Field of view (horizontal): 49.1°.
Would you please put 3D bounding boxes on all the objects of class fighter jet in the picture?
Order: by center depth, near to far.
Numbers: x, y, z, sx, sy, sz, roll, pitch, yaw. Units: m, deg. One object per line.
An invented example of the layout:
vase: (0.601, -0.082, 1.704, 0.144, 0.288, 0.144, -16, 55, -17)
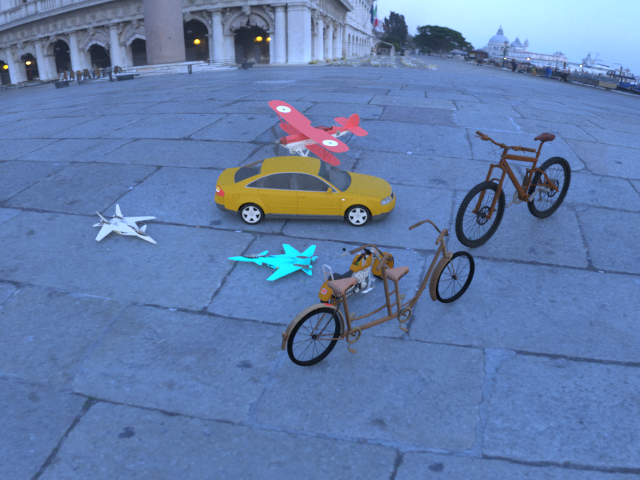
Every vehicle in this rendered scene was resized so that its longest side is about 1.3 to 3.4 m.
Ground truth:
fighter jet: (-0.740, 0.252, 10.556, 1.358, 0.286, 1.147, 4, 27, 8)
fighter jet: (-3.113, -0.224, 11.493, 1.358, 0.286, 1.147, 22, 34, 36)

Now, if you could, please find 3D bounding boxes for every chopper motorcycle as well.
chopper motorcycle: (0.540, 0.421, 9.701, 0.466, 0.761, 1.563, 21, 34, 35)

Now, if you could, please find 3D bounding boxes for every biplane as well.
biplane: (-0.010, -2.181, 14.575, 2.120, 0.981, 2.598, -17, 32, -30)

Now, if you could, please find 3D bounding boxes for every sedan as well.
sedan: (-0.253, -0.909, 12.118, 3.137, 0.940, 1.235, 1, 27, 3)

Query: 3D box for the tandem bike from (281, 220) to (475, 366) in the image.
tandem bike: (0.847, 0.593, 8.741, 3.192, 1.326, 0.550, -18, 32, -32)

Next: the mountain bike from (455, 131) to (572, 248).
mountain bike: (3.205, -0.911, 11.297, 2.857, 1.688, 1.114, -20, 33, -33)
